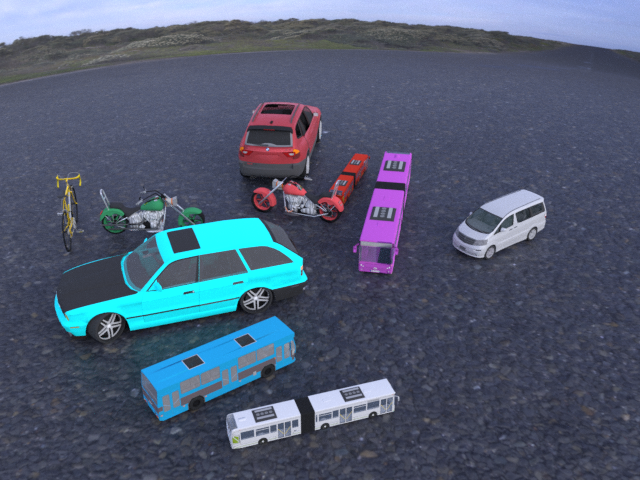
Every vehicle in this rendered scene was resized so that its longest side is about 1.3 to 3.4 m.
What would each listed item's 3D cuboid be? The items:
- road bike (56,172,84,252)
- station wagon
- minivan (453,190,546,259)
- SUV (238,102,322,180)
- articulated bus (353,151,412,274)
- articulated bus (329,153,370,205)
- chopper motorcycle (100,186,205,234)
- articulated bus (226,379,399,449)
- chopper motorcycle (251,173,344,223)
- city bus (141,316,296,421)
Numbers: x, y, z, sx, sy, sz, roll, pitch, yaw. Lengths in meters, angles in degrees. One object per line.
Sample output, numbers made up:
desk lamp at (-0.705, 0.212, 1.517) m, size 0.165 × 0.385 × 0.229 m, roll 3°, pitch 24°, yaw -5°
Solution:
road bike at (-3.777, -0.456, 10.526) m, size 0.358 × 0.852 × 1.545 m, roll -6°, pitch 29°, yaw -10°
station wagon at (-1.767, 0.402, 8.903) m, size 3.105 × 0.920 × 1.327 m, roll -10°, pitch 30°, yaw -17°
minivan at (2.673, -0.248, 10.393) m, size 1.548 × 0.616 × 0.681 m, roll -20°, pitch 35°, yaw -31°
SUV at (-0.703, -2.055, 13.132) m, size 1.276 × 1.128 × 3.058 m, roll 3°, pitch 29°, yaw 6°
articulated bus at (1.063, -0.540, 10.978) m, size 0.605 × 0.561 × 3.401 m, roll 5°, pitch 29°, yaw 9°
articulated bus at (0.515, -1.075, 12.228) m, size 0.311 × 0.289 × 1.749 m, roll 9°, pitch 30°, yaw 15°
chopper motorcycle at (-2.545, -0.437, 10.586) m, size 1.563 × 0.761 × 0.466 m, roll -2°, pitch 29°, yaw -4°
articulated bus at (-0.064, 1.755, 7.107) m, size 1.749 × 0.289 × 0.311 m, roll -9°, pitch 30°, yaw -16°
chopper motorcycle at (-0.370, -0.702, 11.065) m, size 1.563 × 0.761 × 0.466 m, roll 11°, pitch 31°, yaw 19°
city bus at (-1.066, 1.384, 7.602) m, size 1.674 × 0.460 × 0.476 m, roll -19°, pitch 34°, yaw -31°
